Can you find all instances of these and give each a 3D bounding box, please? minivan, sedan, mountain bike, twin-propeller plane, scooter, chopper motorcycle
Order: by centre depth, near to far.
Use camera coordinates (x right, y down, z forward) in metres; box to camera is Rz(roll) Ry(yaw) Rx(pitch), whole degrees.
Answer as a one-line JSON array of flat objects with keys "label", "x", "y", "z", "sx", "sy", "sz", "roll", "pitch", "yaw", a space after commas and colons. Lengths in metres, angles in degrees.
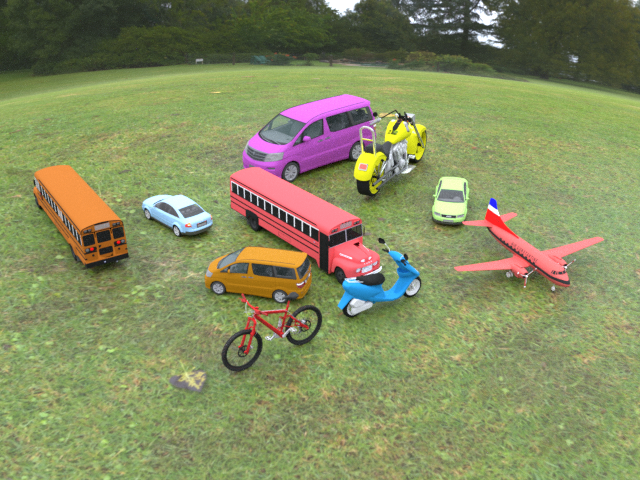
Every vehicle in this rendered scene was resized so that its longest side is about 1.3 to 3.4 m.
[{"label": "mountain bike", "x": -0.574, "y": 1.074, "z": 8.644, "sx": 1.469, "sy": 0.868, "sz": 0.573, "roll": -19, "pitch": 33, "yaw": -32}, {"label": "scooter", "x": 0.859, "y": 0.531, "z": 9.645, "sx": 1.399, "sy": 0.919, "sz": 0.662, "roll": -16, "pitch": 31, "yaw": -28}, {"label": "minivan", "x": -0.911, "y": 0.451, "z": 10.131, "sx": 1.548, "sy": 0.616, "sz": 0.681, "roll": 7, "pitch": 28, "yaw": 13}, {"label": "twin-propeller plane", "x": 3.121, "y": 0.067, "z": 10.686, "sx": 2.663, "sy": 0.792, "sz": 2.129, "roll": -10, "pitch": 29, "yaw": -19}, {"label": "sedan", "x": -2.506, "y": -0.514, "z": 12.154, "sx": 0.635, "sy": 0.483, "sz": 1.613, "roll": -24, "pitch": 36, "yaw": -38}, {"label": "sedan", "x": 2.374, "y": -0.771, "z": 12.654, "sx": 0.635, "sy": 0.483, "sz": 1.613, "roll": 6, "pitch": 28, "yaw": 11}, {"label": "chopper motorcycle", "x": 1.473, "y": -1.892, "z": 13.746, "sx": 0.906, "sy": 1.480, "sz": 3.040, "roll": 14, "pitch": 30, "yaw": 25}, {"label": "minivan", "x": -0.204, "y": -2.155, "z": 14.567, "sx": 3.011, "sy": 1.197, "sz": 1.324, "roll": -22, "pitch": 34, "yaw": -36}]

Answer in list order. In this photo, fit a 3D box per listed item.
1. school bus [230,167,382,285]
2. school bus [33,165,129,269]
[{"label": "school bus", "x": -0.302, "y": -0.296, "z": 11.336, "sx": 0.709, "sy": 0.844, "sz": 3.322, "roll": -20, "pitch": 33, "yaw": -34}, {"label": "school bus", "x": -4.128, "y": -0.509, "z": 11.749, "sx": 0.709, "sy": 0.844, "sz": 3.322, "roll": -17, "pitch": 32, "yaw": -29}]
